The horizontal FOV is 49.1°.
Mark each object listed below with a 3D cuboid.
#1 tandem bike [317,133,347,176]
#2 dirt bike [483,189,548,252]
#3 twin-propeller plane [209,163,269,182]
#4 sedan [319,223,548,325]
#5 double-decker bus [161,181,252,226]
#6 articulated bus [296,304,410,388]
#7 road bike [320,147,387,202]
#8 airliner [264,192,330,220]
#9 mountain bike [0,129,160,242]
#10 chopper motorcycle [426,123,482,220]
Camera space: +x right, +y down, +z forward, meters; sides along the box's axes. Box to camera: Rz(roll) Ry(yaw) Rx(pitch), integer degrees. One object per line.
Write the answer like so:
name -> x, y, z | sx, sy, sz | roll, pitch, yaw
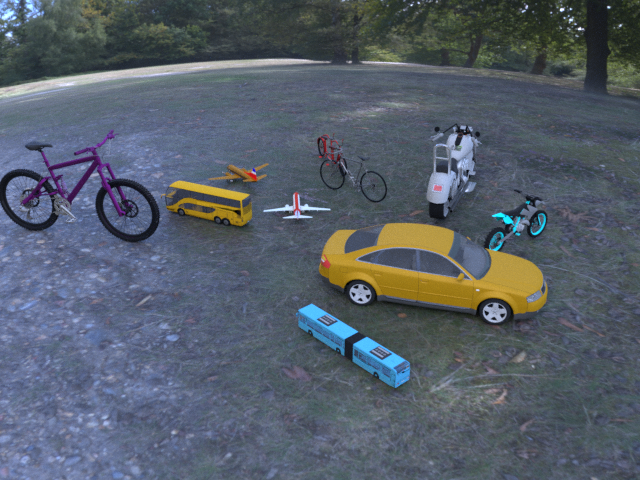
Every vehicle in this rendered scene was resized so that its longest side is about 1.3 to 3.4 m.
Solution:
tandem bike -> 0.239, -1.845, 14.310 | 0.283, 0.682, 1.642 | -10, 28, -18
dirt bike -> 3.131, -0.295, 11.068 | 1.493, 0.857, 0.527 | -19, 32, -32
twin-propeller plane -> -1.523, -1.334, 13.609 | 1.370, 0.407, 1.095 | -19, 33, -33
sedan -> 1.548, 0.351, 9.706 | 3.137, 0.940, 1.235 | 7, 28, 14
double-decker bus -> -1.960, -0.642, 12.100 | 1.672, 0.541, 0.389 | 12, 29, 23
articulated bus -> 0.372, 1.270, 8.617 | 0.311, 0.289, 1.749 | -22, 34, -37
road bike -> 0.599, -1.214, 12.883 | 1.545, 0.852, 0.358 | 20, 33, 34
airliner -> -0.408, -0.669, 12.276 | 1.161, 0.429, 1.307 | -1, 27, -3
mountain bike -> -3.930, -0.825, 11.195 | 2.857, 1.688, 1.114 | 6, 28, 12
chopper motorcycle -> 2.469, -1.448, 12.650 | 0.906, 1.480, 3.040 | 10, 29, 19
